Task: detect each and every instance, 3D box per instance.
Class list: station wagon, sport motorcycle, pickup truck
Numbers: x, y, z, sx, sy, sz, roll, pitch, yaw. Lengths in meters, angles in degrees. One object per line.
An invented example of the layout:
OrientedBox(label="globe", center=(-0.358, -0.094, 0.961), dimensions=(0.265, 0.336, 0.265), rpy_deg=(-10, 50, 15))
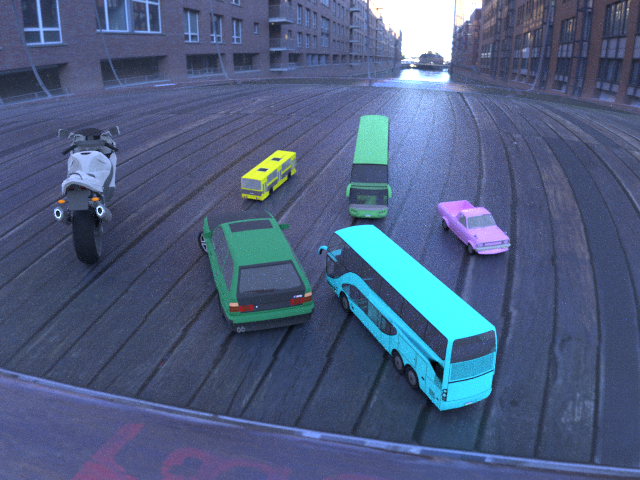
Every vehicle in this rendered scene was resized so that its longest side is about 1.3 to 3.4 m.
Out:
OrientedBox(label="station wagon", center=(-0.987, 0.173, 10.062), dimensions=(1.327, 0.920, 3.105), rpy_deg=(-7, 27, -14))
OrientedBox(label="sport motorcycle", center=(-3.712, -0.821, 11.335), dimensions=(0.983, 1.596, 2.955), rpy_deg=(-5, 26, -10))
OrientedBox(label="pickup truck", center=(2.484, -0.273, 11.448), dimensions=(0.640, 0.511, 1.603), rpy_deg=(-7, 27, -14))

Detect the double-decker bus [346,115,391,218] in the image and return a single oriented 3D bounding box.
OrientedBox(label="double-decker bus", center=(0.969, -1.417, 13.184), dimensions=(0.756, 1.052, 3.251), rpy_deg=(2, 26, 5))

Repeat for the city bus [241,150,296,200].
OrientedBox(label="city bus", center=(-0.960, -1.243, 13.501), dimensions=(0.476, 0.460, 1.674), rpy_deg=(9, 27, 18))

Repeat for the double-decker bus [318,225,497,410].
OrientedBox(label="double-decker bus", center=(0.960, 0.780, 8.664), dimensions=(0.756, 1.052, 3.251), rpy_deg=(-11, 28, -21))
